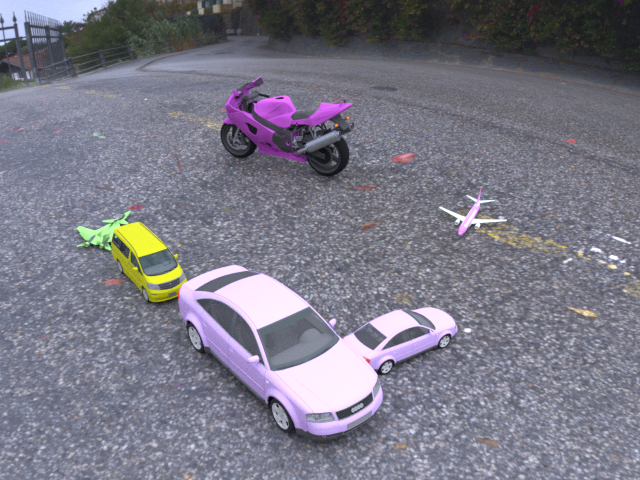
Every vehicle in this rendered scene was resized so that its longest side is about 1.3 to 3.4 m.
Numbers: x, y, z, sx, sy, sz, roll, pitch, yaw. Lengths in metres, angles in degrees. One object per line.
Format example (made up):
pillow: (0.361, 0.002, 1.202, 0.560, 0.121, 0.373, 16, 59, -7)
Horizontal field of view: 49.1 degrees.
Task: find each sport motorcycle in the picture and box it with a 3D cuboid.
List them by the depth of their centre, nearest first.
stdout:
sport motorcycle: (-0.721, -2.192, 13.707, 2.955, 1.596, 0.983, 14, 31, 23)

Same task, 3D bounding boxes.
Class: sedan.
sedan: (-0.557, 1.133, 8.270, 1.235, 0.940, 3.137, -21, 35, -33)
sedan: (1.011, 1.160, 8.698, 1.613, 0.483, 0.635, -17, 33, -28)

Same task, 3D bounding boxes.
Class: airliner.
airliner: (2.533, -0.470, 11.758, 1.161, 0.429, 1.307, 13, 31, 23)

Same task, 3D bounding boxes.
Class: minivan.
minivan: (-2.487, 0.307, 10.131, 0.681, 0.616, 1.548, -19, 34, -31)

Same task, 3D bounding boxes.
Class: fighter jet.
fighter jet: (-3.424, -0.265, 11.529, 1.147, 0.286, 1.358, 6, 29, 10)
